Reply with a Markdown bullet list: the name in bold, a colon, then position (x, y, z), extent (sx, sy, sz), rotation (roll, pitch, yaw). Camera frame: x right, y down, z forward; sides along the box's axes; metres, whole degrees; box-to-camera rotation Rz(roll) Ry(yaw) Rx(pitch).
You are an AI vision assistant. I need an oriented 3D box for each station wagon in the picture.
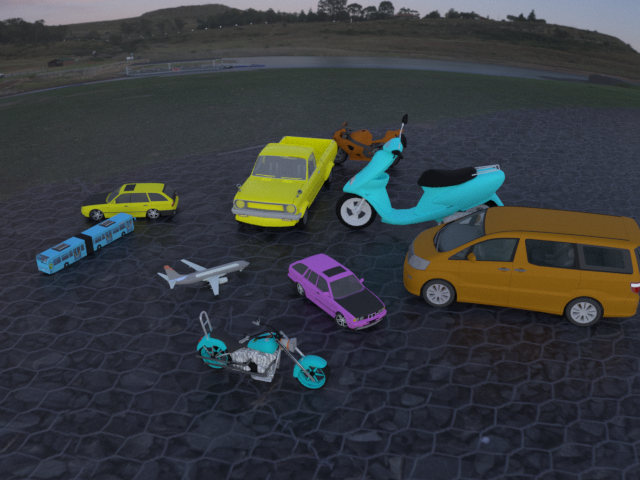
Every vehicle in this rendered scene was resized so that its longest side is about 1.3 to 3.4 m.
- **station wagon**: position (-3.237, -0.678, 11.902), extent (1.597, 0.473, 0.682), rotation (-2, 27, -4)
- **station wagon**: position (0.211, 0.633, 9.323), extent (0.682, 0.473, 1.597), rotation (-17, 32, -30)

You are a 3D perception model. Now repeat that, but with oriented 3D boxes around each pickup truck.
- **pickup truck**: position (-0.538, -1.190, 12.336), extent (1.244, 0.993, 3.117), rotation (6, 28, 12)

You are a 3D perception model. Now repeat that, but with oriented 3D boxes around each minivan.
- **minivan**: position (2.641, 0.233, 9.313), extent (3.011, 1.197, 1.324), rotation (7, 28, 13)

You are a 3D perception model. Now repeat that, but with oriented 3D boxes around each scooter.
- **scooter**: position (1.602, -0.922, 10.935), extent (2.721, 1.786, 1.288), rotation (3, 27, 6)

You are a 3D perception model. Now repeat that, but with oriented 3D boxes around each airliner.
- **airliner**: position (-1.578, 0.390, 9.850), extent (1.307, 0.429, 1.161), rotation (-16, 31, -29)

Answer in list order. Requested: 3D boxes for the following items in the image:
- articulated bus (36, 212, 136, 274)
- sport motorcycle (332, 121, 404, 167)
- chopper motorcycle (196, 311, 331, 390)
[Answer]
- **articulated bus**: position (-3.544, 0.025, 10.723), extent (0.311, 0.289, 1.749), rotation (15, 30, 26)
- **sport motorcycle**: position (0.886, -1.868, 13.858), extent (1.520, 0.821, 0.506), rotation (4, 27, 7)
- **chopper motorcycle**: position (-0.649, 1.236, 7.822), extent (1.563, 0.761, 0.466), rotation (7, 28, 14)
